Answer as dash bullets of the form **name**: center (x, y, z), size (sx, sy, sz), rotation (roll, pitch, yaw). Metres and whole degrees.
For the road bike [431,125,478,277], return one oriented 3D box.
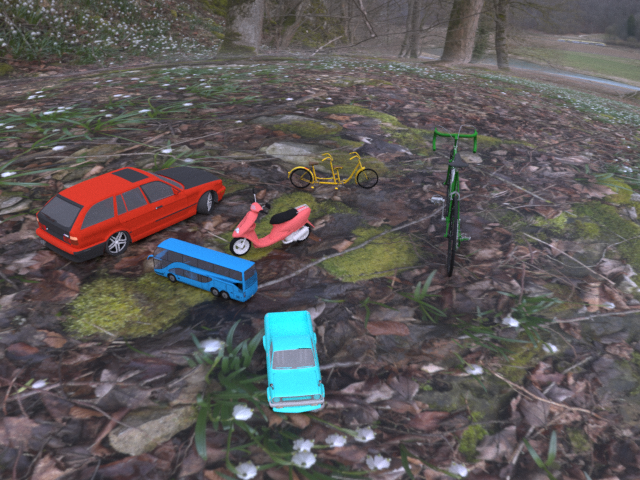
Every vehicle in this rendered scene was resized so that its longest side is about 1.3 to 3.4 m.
- **road bike**: center (2.015, -0.704, 10.624), size (0.696, 1.656, 3.004), rotation (4, 29, 7)

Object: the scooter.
- **scooter**: center (-0.728, -0.280, 10.616), size (1.399, 0.919, 0.662), rotation (-13, 31, -23)

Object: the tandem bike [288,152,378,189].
- **tandem bike**: center (0.240, -1.239, 12.635), size (1.642, 0.682, 0.283), rotation (0, 28, 1)

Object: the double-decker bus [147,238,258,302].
- **double-decker bus**: center (-1.638, 0.398, 9.763), size (1.672, 0.541, 0.389), rotation (15, 32, 26)

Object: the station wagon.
- **station wagon**: center (-2.952, -0.656, 11.308), size (1.327, 0.920, 3.105), rotation (22, 35, 35)

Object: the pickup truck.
- **pickup truck**: center (-0.326, 1.320, 8.092), size (0.640, 0.511, 1.603), rotation (-3, 29, -5)
